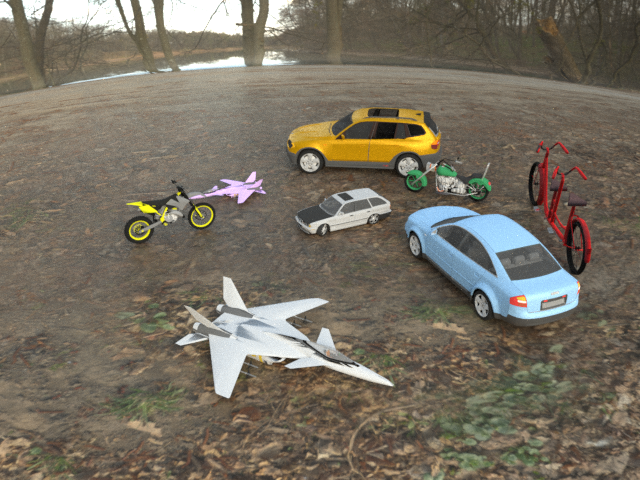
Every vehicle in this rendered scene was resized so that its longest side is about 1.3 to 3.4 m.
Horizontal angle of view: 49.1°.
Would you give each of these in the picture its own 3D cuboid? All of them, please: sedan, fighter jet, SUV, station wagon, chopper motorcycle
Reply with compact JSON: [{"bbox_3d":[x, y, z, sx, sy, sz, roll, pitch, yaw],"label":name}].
[{"bbox_3d":[2.291,0.136,9.839,1.235,0.940,3.137,-11,29,-20],"label":"sedan"},{"bbox_3d":[-1.709,-0.932,12.599,1.358,0.286,1.147,-11,29,-20],"label":"fighter jet"},{"bbox_3d":[0.863,-1.990,13.722,3.058,1.128,1.276,3,28,6],"label":"SUV"},{"bbox_3d":[-0.331,1.163,8.277,2.640,0.557,2.229,15,31,26],"label":"fighter jet"},{"bbox_3d":[0.381,-0.500,11.567,1.597,0.473,0.682,-13,30,-24],"label":"station wagon"},{"bbox_3d":[2.274,-1.123,12.453,1.563,0.761,0.466,12,30,22],"label":"chopper motorcycle"}]

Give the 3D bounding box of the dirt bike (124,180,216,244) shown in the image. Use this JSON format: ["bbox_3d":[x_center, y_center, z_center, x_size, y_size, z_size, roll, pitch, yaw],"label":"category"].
[{"bbox_3d":[-2.370,-0.448,11.050,1.493,0.857,0.527,-14,31,-25],"label":"dirt bike"}]

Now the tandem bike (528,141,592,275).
[{"bbox_3d":[3.714,-0.652,10.935,0.550,1.326,3.192,1,27,1],"label":"tandem bike"}]
